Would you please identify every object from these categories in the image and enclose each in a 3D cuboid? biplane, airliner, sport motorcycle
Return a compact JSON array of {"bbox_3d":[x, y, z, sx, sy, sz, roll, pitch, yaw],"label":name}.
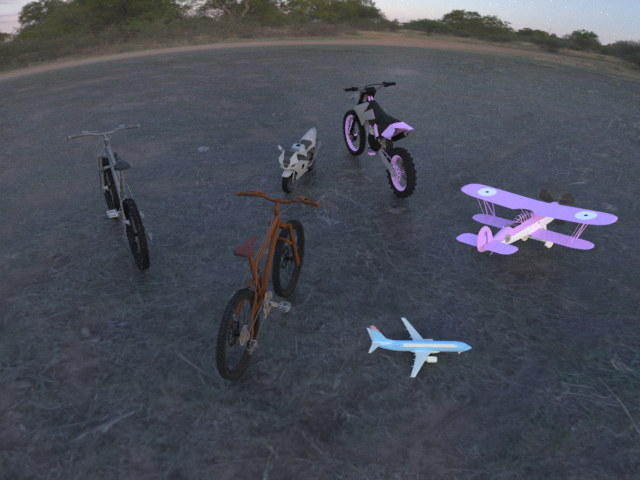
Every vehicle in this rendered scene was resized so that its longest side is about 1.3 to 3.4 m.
[{"bbox_3d":[3.021,-0.225,10.664,2.120,0.981,2.598,-24,38,-35],"label":"biplane"},{"bbox_3d":[1.243,1.241,8.707,1.307,0.429,1.161,0,30,0],"label":"airliner"},{"bbox_3d":[-0.381,-1.485,12.973,0.506,0.821,1.520,11,32,17],"label":"sport motorcycle"}]

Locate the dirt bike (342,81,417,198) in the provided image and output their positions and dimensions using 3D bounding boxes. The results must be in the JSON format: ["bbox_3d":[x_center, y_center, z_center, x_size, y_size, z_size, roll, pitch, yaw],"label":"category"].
[{"bbox_3d":[1.042,-1.983,12.985,1.024,1.666,2.903,-12,32,-19],"label":"dirt bike"}]

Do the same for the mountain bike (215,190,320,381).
[{"bbox_3d":[-0.688,0.428,8.850,1.114,1.688,2.857,9,32,15],"label":"mountain bike"}]

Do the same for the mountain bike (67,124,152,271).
[{"bbox_3d":[-3.107,-0.743,10.850,1.114,1.688,2.857,-14,33,-23],"label":"mountain bike"}]
